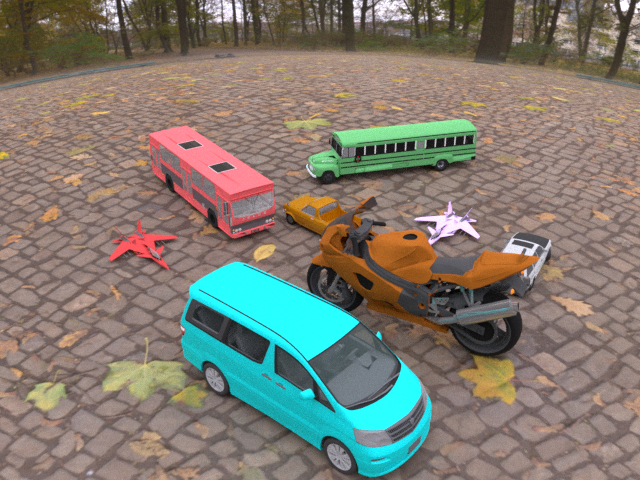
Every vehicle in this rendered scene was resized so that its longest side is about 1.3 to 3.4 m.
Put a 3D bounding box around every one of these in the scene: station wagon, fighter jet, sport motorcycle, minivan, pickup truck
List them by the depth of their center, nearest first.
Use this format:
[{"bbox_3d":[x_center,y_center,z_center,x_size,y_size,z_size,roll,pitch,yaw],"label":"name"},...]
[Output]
[{"bbox_3d":[-0.201,1.317,7.722,3.011,1.197,1.324,22,36,34],"label":"minivan"},{"bbox_3d":[1.156,0.491,8.791,2.955,1.596,0.983,14,32,23],"label":"sport motorcycle"},{"bbox_3d":[2.989,0.246,10.383,0.682,0.473,1.597,15,33,26],"label":"station wagon"},{"bbox_3d":[-2.676,0.103,10.830,1.147,0.286,1.358,-22,36,-33],"label":"fighter jet"},{"bbox_3d":[2.018,-0.217,11.404,1.147,0.286,1.358,18,34,29],"label":"fighter jet"},{"bbox_3d":[0.100,-0.384,11.473,0.640,0.511,1.603,-25,38,-37],"label":"pickup truck"}]

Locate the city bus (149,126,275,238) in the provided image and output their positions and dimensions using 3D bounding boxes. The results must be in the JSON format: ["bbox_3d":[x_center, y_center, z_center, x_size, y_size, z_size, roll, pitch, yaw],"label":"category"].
[{"bbox_3d":[-1.967,-1.061,12.292,0.926,0.894,3.255,-19,34,-30],"label":"city bus"}]

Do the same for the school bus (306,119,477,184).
[{"bbox_3d":[1.383,-1.741,13.562,3.322,0.844,0.709,-8,30,-14],"label":"school bus"}]
